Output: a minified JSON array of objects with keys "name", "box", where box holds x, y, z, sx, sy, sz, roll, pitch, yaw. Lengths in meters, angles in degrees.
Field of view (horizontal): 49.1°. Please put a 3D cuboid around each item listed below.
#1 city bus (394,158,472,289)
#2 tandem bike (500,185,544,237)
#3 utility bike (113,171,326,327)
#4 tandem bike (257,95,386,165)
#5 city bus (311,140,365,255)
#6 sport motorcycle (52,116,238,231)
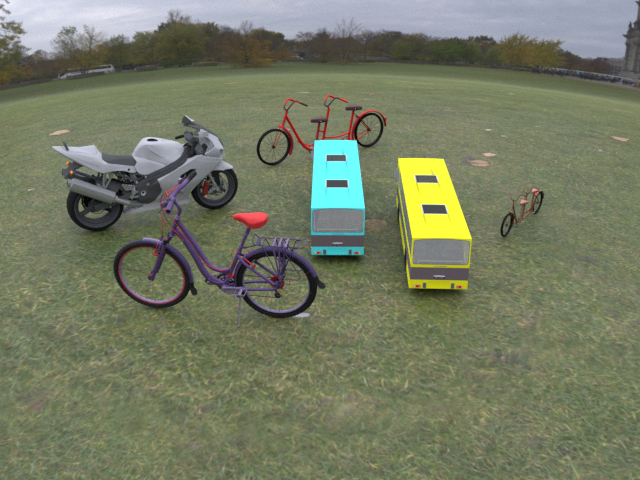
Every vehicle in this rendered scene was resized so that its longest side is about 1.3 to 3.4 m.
[{"name":"city bus","box":[1.678,-0.315,10.848,0.926,0.894,3.255,1,26,2]},{"name":"tandem bike","box":[3.394,-0.575,11.631,0.283,0.682,1.642,19,32,34]},{"name":"utility bike","box":[-1.326,0.198,8.701,2.791,1.839,1.039,4,26,7]},{"name":"tandem bike","box":[0.098,-2.398,14.665,3.192,1.326,0.550,-15,29,-28]},{"name":"city bus","box":[0.277,-0.756,11.763,0.926,0.894,3.255,0,26,1]},{"name":"sport motorcycle","box":[-2.786,-1.083,11.631,2.955,1.596,0.983,-12,28,-23]}]
